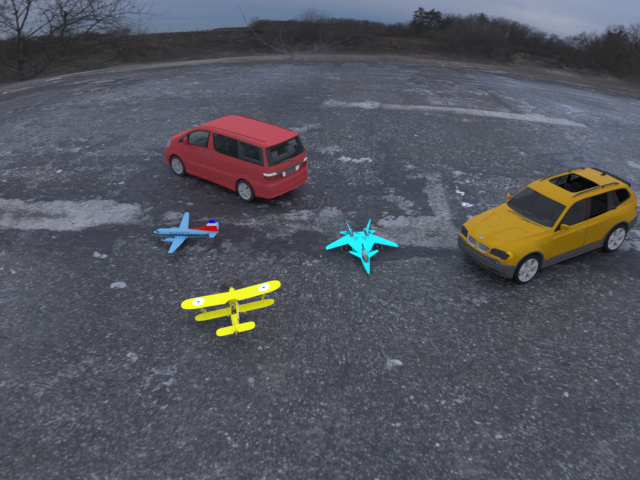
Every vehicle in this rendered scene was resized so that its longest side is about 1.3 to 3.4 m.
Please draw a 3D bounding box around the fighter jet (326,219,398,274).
[{"bbox_3d":[0.676,0.099,11.010,1.147,0.286,1.358,-2,29,-4],"label":"fighter jet"}]

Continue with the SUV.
[{"bbox_3d":[3.600,-0.334,10.921,3.058,1.128,1.276,-16,33,-26],"label":"SUV"}]

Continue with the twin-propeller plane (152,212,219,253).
[{"bbox_3d":[-2.192,-0.160,11.347,1.095,0.407,1.370,1,29,1],"label":"twin-propeller plane"}]

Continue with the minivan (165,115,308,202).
[{"bbox_3d":[-1.667,-1.686,13.257,3.011,1.197,1.324,22,36,33],"label":"minivan"}]

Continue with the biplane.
[{"bbox_3d":[-1.165,0.935,9.301,1.336,0.504,1.090,-5,30,-8],"label":"biplane"}]
